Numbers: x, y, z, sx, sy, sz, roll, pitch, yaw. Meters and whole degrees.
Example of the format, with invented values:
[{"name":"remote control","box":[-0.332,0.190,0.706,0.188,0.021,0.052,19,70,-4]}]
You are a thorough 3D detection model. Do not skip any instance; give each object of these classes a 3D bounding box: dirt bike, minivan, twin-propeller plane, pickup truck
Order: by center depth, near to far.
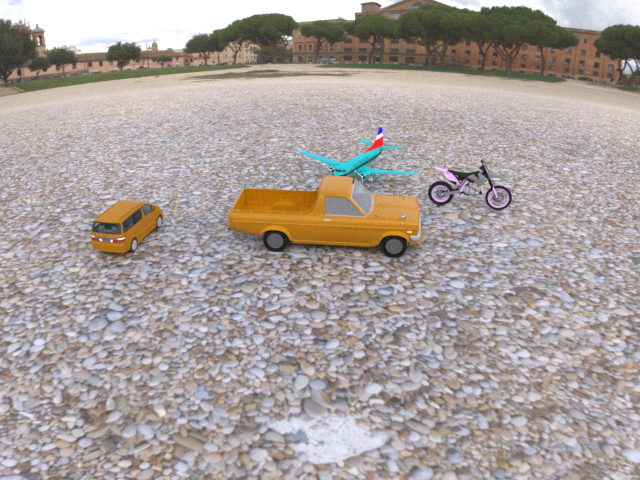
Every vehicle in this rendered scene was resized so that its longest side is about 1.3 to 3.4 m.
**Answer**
[{"name":"pickup truck","box":[0.105,-0.465,11.320,3.117,0.993,1.244,3,25,6]},{"name":"minivan","box":[-3.118,-0.309,11.432,0.681,0.616,1.548,6,26,12]},{"name":"dirt bike","box":[2.703,-0.982,12.582,1.493,0.857,0.527,6,26,13]},{"name":"twin-propeller plane","box":[0.809,-1.679,14.144,2.663,0.792,2.129,14,29,28]}]
